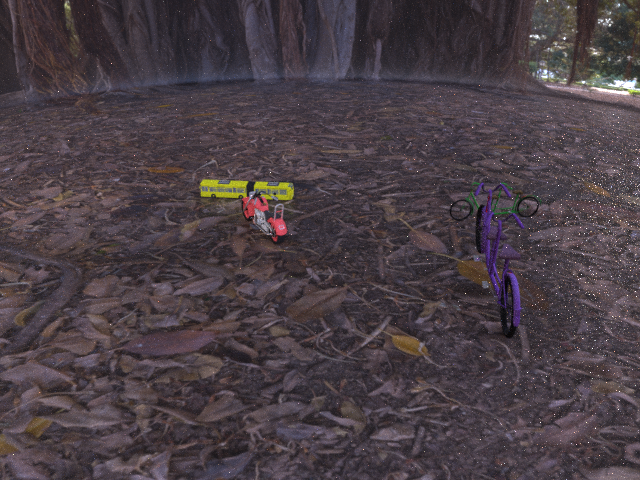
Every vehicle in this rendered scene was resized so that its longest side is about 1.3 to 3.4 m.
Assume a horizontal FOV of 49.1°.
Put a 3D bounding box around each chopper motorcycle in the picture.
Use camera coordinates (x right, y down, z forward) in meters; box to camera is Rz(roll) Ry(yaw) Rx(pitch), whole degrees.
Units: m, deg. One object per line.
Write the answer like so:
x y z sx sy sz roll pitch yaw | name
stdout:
-0.953 -0.482 11.575 0.466 0.761 1.563 -13 28 -25 | chopper motorcycle

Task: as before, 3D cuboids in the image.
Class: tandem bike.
3.042 -0.671 12.064 1.642 0.682 0.283 -3 26 -6 | tandem bike
2.435 0.109 9.680 0.550 1.326 3.192 2 26 3 | tandem bike

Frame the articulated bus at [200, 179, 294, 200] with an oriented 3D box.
-1.375 -0.937 13.080 1.749 0.289 0.311 3 26 6 | articulated bus
